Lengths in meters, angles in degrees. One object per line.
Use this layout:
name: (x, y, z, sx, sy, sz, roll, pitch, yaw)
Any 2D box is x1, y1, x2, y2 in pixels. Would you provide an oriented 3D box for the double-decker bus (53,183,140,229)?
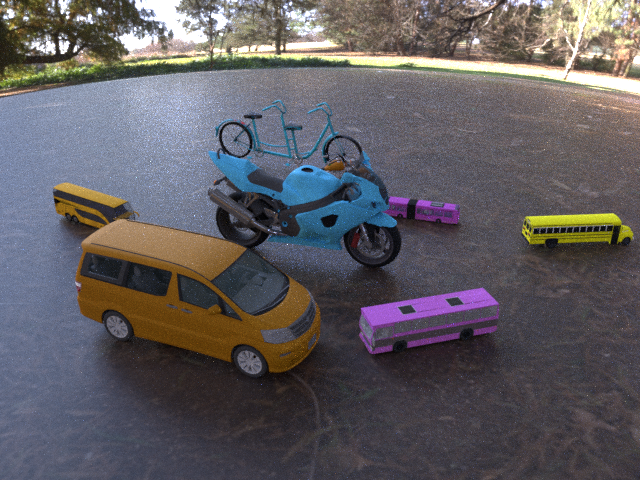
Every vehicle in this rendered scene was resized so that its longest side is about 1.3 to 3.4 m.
double-decker bus: (-3.689, -0.502, 11.464, 1.672, 0.541, 0.389, 16, 31, 29)

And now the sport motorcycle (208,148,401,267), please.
sport motorcycle: (-0.242, -0.478, 10.243, 2.955, 1.596, 0.983, 9, 28, 16)

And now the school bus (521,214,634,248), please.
school bus: (4.037, -0.155, 10.894, 1.708, 0.434, 0.365, -2, 27, -4)

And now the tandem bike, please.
tandem bike: (-0.660, -2.089, 13.739, 3.192, 1.326, 0.550, 10, 29, 20)

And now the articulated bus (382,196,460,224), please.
articulated bus: (1.464, -0.537, 11.813, 1.749, 0.289, 0.311, 8, 28, 16)

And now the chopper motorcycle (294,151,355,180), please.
chopper motorcycle: (0.237, -1.239, 12.679, 1.563, 0.761, 0.466, -5, 27, -10)

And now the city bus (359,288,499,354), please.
city bus: (1.336, 0.999, 8.575, 1.674, 0.460, 0.476, -8, 28, -15)

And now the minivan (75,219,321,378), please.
minivan: (-1.472, 0.628, 8.493, 3.011, 1.197, 1.324, 11, 29, 20)
